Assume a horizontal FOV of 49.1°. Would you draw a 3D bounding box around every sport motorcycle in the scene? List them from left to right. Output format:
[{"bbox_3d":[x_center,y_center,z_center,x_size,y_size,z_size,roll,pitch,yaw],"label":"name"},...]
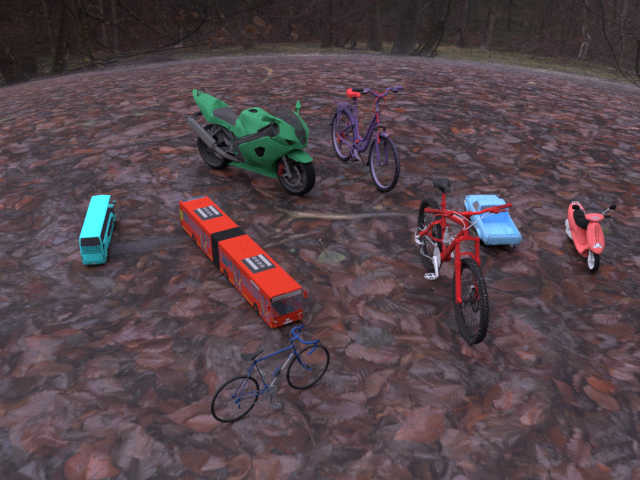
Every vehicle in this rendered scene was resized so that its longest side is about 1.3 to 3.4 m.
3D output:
[{"bbox_3d":[-1.269,-1.853,13.051,2.955,1.596,0.983,21,35,33],"label":"sport motorcycle"}]

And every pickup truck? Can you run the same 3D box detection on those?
[{"bbox_3d":[2.816,-0.375,11.491,0.640,0.511,1.603,-1,29,-1],"label":"pickup truck"}]

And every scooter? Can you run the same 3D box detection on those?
[{"bbox_3d":[4.078,-0.199,10.749,0.662,0.919,1.399,0,29,0],"label":"scooter"}]

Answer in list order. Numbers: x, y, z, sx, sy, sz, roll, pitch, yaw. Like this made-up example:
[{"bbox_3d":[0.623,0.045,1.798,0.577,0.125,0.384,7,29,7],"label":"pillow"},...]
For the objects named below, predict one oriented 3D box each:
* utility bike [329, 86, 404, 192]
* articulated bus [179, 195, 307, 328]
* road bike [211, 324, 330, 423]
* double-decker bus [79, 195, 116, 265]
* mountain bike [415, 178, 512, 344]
[{"bbox_3d":[0.898,-2.136,13.313,1.039,1.839,2.791,-12,31,-21],"label":"utility bike"},{"bbox_3d":[-1.260,0.212,10.373,0.605,0.561,3.401,-16,33,-26],"label":"articulated bus"},{"bbox_3d":[-0.524,1.484,7.763,1.545,0.852,0.358,-18,34,-30],"label":"road bike"},{"bbox_3d":[-3.523,-0.203,11.148,0.389,0.541,1.672,-4,29,-8],"label":"double-decker bus"},{"bbox_3d":[1.755,0.082,9.441,1.114,1.688,2.857,-4,29,-7],"label":"mountain bike"}]
